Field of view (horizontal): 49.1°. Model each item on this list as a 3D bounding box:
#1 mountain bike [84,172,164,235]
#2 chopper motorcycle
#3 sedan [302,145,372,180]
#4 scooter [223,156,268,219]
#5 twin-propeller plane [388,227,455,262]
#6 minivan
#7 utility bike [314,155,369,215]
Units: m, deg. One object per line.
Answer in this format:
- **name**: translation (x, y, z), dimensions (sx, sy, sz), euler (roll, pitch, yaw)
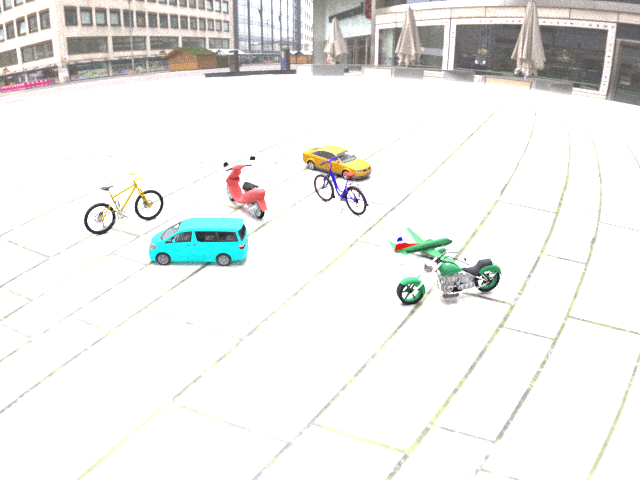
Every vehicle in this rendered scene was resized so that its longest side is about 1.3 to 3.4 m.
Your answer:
- **mountain bike**: translation (-3.339, -0.623, 11.936), dimensions (1.469, 0.868, 0.573), euler (-20, 32, -35)
- **chopper motorcycle**: translation (1.829, 0.472, 9.807), dimensions (1.563, 0.761, 0.466), euler (-7, 27, -13)
- **sedan**: translation (0.353, -1.655, 14.498), dimensions (1.613, 0.483, 0.635), euler (20, 32, 35)
- **scooter**: translation (-1.352, -0.975, 12.602), dimensions (0.662, 0.919, 1.399), euler (-17, 31, -31)
- **twin-propeller plane**: translation (1.649, 0.052, 11.075), dimensions (1.095, 0.407, 1.370), euler (-11, 28, -22)
- **minivan**: translation (-1.908, -0.001, 10.945), dimensions (1.548, 0.616, 0.681), euler (1, 26, 1)
- **utility bike**: translation (0.328, -0.989, 12.599), dimensions (0.535, 0.946, 1.435), euler (-22, 33, -37)
